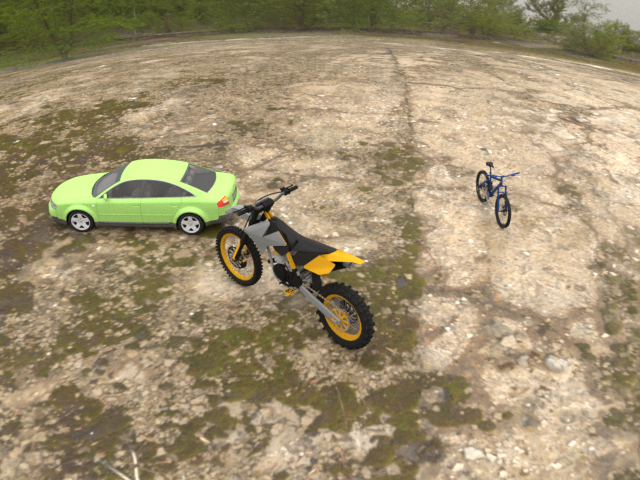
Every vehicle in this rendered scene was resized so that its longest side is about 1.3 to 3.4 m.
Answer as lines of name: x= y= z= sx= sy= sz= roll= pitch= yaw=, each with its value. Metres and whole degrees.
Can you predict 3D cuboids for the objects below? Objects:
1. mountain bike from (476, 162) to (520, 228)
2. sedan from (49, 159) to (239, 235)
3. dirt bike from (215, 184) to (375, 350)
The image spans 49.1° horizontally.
mountain bike: x=2.909 y=-0.835 z=11.730 sx=0.573 sy=0.868 sz=1.469 roll=-5 pitch=31 yaw=-8
sedan: x=-2.921 y=-0.792 z=11.589 sx=3.137 sy=0.940 sz=1.235 roll=1 pitch=31 yaw=2
dirt bike: x=-0.433 y=0.276 z=9.122 sx=2.903 sy=1.666 sz=1.024 roll=26 pitch=40 yaw=36
